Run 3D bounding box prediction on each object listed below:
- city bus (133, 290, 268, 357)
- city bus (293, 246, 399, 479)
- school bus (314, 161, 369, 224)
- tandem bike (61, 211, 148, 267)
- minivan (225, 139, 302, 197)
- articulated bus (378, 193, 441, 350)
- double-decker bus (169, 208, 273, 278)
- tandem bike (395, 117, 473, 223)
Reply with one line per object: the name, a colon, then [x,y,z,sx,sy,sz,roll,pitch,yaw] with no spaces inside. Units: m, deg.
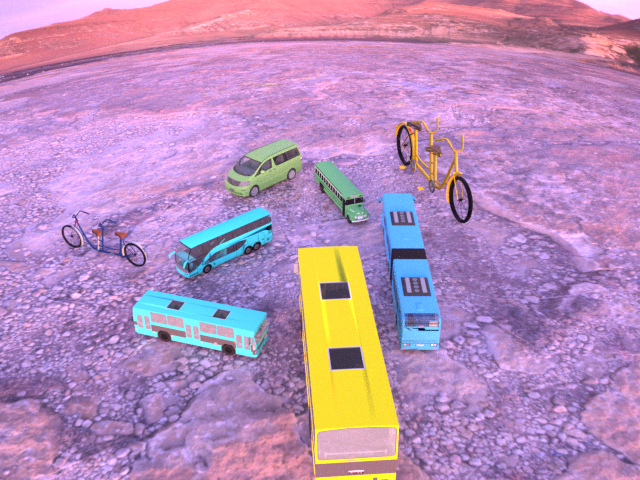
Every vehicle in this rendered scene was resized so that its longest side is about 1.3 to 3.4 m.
city bus: [-1.507,1.065,8.833,1.674,0.460,0.476,9,32,15]
city bus: [0.225,1.289,8.034,0.926,0.894,3.255,-2,31,-4]
school bus: [0.364,-0.832,12.029,0.365,0.434,1.708,-11,33,-18]
tandem bike: [-3.253,-0.032,10.451,1.642,0.682,0.283,14,34,22]
minivan: [-1.021,-1.310,12.651,0.681,0.616,1.548,25,39,35]
articulated bus: [1.242,0.309,9.997,0.605,0.561,3.401,0,31,0]
double-decker bus: [-1.438,0.041,10.465,1.672,0.541,0.389,-26,39,-36]
tandem bike: [1.949,-1.479,12.242,0.550,1.326,3.192,-9,32,-14]
